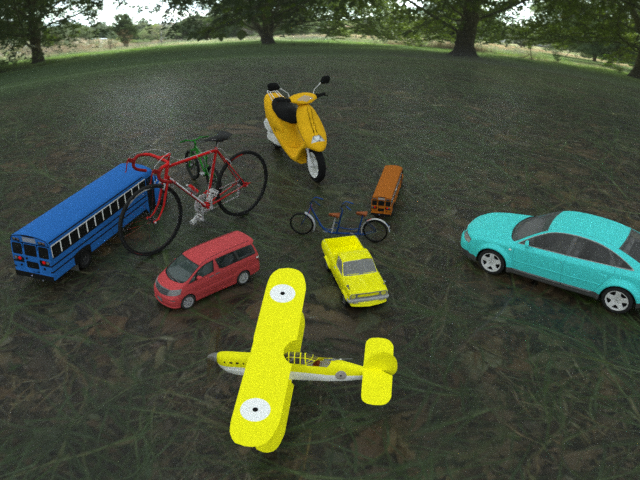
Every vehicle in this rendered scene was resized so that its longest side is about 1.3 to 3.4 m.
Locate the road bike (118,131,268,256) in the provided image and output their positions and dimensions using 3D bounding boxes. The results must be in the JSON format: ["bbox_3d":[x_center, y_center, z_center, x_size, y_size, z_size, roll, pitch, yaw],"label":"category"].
[{"bbox_3d":[-1.939,-0.843,11.136,0.697,1.656,3.004,24,37,36],"label":"road bike"}]

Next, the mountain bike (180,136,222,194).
[{"bbox_3d":[-2.177,-1.388,12.939,0.573,0.868,1.469,-18,34,-29],"label":"mountain bike"}]

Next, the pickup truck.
[{"bbox_3d":[0.479,0.381,10.103,0.640,0.511,1.603,-7,30,-12],"label":"pickup truck"}]

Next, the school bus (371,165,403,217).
[{"bbox_3d":[1.228,-0.926,12.550,0.365,0.434,1.708,7,30,12],"label":"school bus"}]

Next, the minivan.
[{"bbox_3d":[-1.614,0.410,9.942,1.548,0.616,0.681,-23,37,-36],"label":"minivan"}]

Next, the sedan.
[{"bbox_3d":[3.588,0.118,10.136,3.137,0.940,1.235,18,34,29],"label":"sedan"}]

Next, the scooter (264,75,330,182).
[{"bbox_3d":[-0.517,-2.361,13.752,1.288,1.786,2.721,-13,31,-22],"label":"scooter"}]

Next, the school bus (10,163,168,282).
[{"bbox_3d":[-3.521,-0.432,11.232,0.709,0.844,3.322,10,30,17],"label":"school bus"}]

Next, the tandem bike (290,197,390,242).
[{"bbox_3d":[0.309,-0.323,11.202,1.642,0.682,0.283,6,29,11],"label":"tandem bike"}]

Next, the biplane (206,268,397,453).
[{"bbox_3d":[-0.215,1.417,7.738,2.120,0.981,2.598,3,29,6],"label":"biplane"}]
